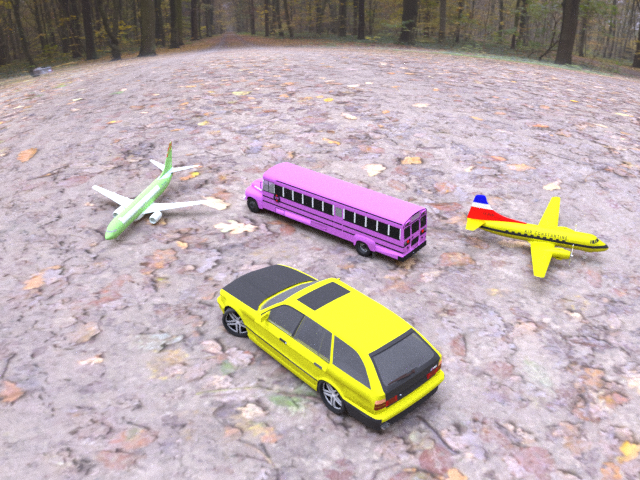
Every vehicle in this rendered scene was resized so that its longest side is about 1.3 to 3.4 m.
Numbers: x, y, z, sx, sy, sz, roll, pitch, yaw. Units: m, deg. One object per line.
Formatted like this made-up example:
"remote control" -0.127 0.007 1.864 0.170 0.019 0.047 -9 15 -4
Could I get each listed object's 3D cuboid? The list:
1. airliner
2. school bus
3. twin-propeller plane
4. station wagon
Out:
"airliner" -2.976 -0.826 11.754 2.257 0.835 2.541 7 31 13
"school bus" 0.125 -0.533 11.231 3.322 0.844 0.709 22 36 33
"twin-propeller plane" 3.306 -0.191 10.683 2.129 0.792 2.663 11 31 18
"station wagon" 0.001 1.010 8.447 1.327 0.920 3.105 -24 37 -35
